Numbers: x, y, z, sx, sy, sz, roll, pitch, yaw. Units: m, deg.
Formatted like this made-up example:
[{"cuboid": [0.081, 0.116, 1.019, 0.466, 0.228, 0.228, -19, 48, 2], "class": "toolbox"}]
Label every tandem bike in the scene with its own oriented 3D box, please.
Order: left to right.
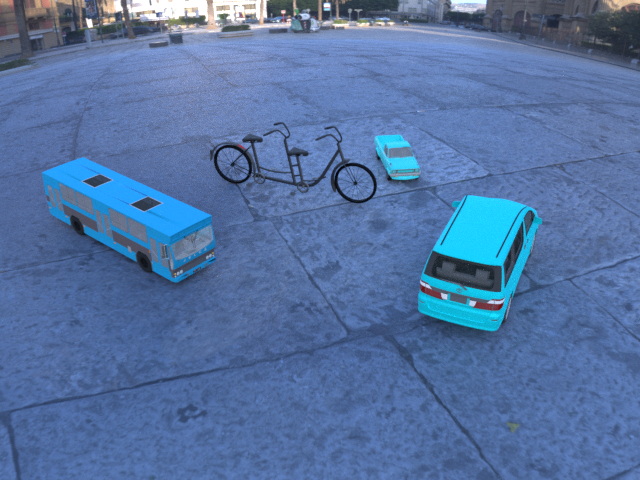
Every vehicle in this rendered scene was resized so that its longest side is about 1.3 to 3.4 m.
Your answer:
[{"cuboid": [-0.523, -1.425, 12.349, 3.192, 1.326, 0.550, 10, 33, 17], "class": "tandem bike"}]

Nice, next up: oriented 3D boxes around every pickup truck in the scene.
[{"cuboid": [1.479, -1.662, 13.531, 0.640, 0.511, 1.603, -4, 31, -6], "class": "pickup truck"}]

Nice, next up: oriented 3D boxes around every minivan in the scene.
[{"cuboid": [2.364, 0.062, 10.005, 1.324, 1.197, 3.011, 13, 34, 21], "class": "minivan"}]

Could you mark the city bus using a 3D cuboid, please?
[{"cuboid": [-3.049, -0.352, 10.984, 3.255, 0.894, 0.926, 23, 38, 33], "class": "city bus"}]
